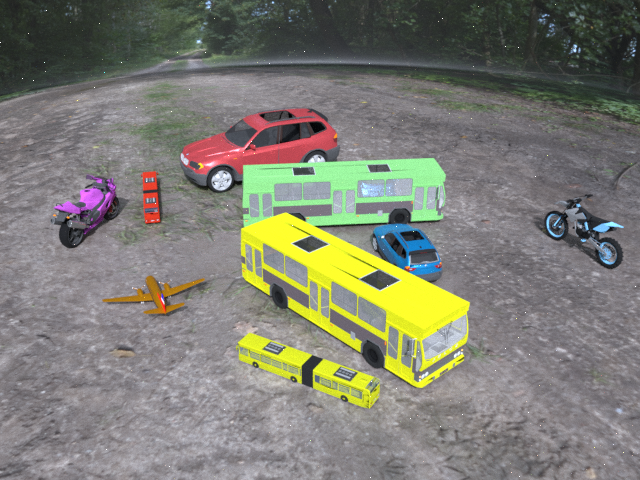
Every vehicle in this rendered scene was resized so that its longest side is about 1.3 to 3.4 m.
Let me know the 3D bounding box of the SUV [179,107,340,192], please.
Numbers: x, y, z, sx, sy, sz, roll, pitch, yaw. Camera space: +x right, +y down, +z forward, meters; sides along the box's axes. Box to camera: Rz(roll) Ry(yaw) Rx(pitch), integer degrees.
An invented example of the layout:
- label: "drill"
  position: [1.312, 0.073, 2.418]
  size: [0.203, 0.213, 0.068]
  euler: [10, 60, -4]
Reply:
- label: "SUV"
  position: [-1.129, -1.793, 13.287]
  size: [3.058, 1.128, 1.276]
  euler: [-12, 30, -23]

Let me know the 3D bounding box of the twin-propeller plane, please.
- label: "twin-propeller plane"
  position: [-2.165, 0.676, 9.253]
  size: [1.370, 0.407, 1.095]
  euler: [-11, 29, -21]

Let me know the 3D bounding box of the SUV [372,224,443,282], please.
- label: "SUV"
  position: [1.255, 0.102, 10.185]
  size: [0.656, 0.580, 1.572]
  euler: [-6, 28, -12]

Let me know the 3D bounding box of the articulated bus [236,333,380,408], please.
- label: "articulated bus"
  position: [-0.164, 1.448, 7.873]
  size: [1.749, 0.289, 0.311]
  euler: [15, 31, 27]

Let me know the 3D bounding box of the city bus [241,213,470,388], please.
- label: "city bus"
  position: [0.295, 0.659, 8.750]
  size: [0.926, 0.894, 3.255]
  euler: [-22, 35, -37]

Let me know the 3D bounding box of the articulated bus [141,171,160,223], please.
- label: "articulated bus"
  position: [-2.943, -0.764, 12.197]
  size: [0.311, 0.289, 1.749]
  euler: [-6, 28, -12]

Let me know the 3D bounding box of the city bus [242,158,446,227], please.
- label: "city bus"
  position: [0.362, -0.735, 11.475]
  size: [3.255, 0.894, 0.926]
  euler: [-3, 27, -5]

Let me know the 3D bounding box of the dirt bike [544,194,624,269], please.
- label: "dirt bike"
  position: [3.933, -0.191, 10.453]
  size: [0.527, 0.857, 1.493]
  euler: [-14, 30, -25]

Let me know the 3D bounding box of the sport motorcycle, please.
- label: "sport motorcycle"
  position: [-3.653, -0.485, 11.067]
  size: [0.506, 0.821, 1.520]
  euler: [9, 28, 16]
